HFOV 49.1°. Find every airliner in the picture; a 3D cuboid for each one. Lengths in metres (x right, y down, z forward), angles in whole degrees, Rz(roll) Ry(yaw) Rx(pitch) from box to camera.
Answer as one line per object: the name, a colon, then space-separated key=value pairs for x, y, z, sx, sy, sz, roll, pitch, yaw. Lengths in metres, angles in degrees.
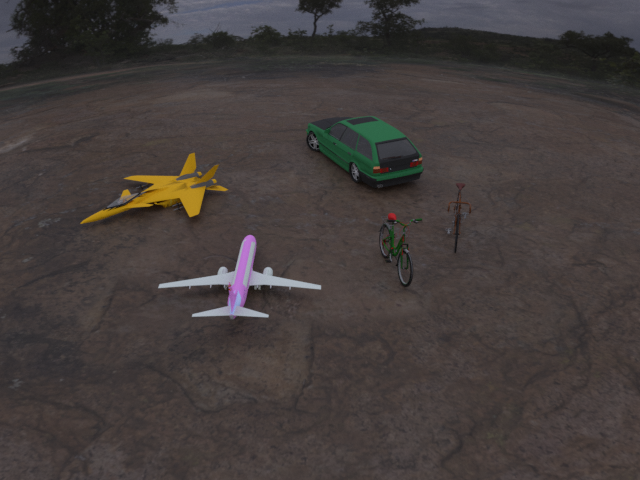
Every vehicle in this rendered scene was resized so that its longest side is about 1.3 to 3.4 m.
airliner: x=-1.110 y=0.350 z=9.889 sx=2.257 sy=0.835 sz=2.541 roll=0 pitch=29 yaw=1

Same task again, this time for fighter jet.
fighter jet: x=-3.038 y=-0.857 z=12.389 sx=2.640 sy=0.557 sz=2.229 roll=-24 pitch=37 yaw=-37

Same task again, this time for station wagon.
station wagon: x=0.805 y=-1.996 z=14.096 sx=1.327 sy=0.920 sz=3.105 roll=-13 pitch=31 yaw=-23

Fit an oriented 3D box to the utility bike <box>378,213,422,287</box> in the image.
utility bike: x=1.170 y=0.017 z=10.384 sx=0.535 sy=0.946 sz=1.435 roll=-7 pitch=29 yaw=-12

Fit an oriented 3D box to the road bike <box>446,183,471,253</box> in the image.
road bike: x=2.229 y=-0.428 z=11.297 sx=0.358 sy=0.852 sz=1.545 roll=5 pitch=29 yaw=9
